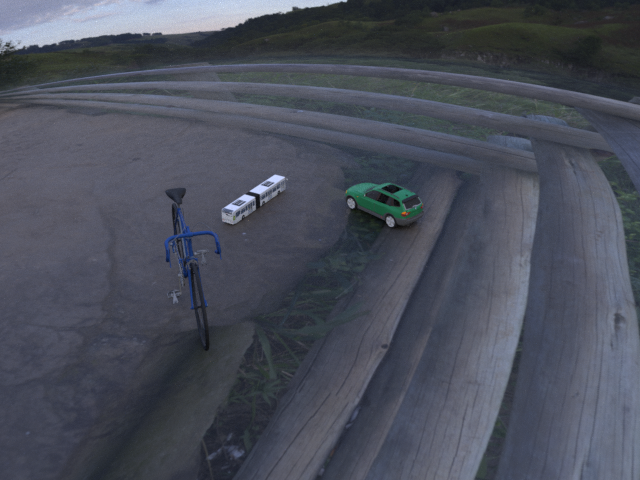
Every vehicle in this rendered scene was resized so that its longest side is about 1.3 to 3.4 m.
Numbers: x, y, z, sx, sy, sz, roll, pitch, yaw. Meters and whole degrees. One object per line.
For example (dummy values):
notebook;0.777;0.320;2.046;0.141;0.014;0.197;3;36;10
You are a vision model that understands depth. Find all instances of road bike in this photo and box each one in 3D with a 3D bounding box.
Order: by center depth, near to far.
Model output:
road bike;-1.859;0.226;9.784;0.696;1.656;3.004;-9;31;-16

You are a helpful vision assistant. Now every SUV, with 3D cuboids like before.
SUV;1.141;-0.730;12.572;0.656;0.580;1.572;-24;37;-36

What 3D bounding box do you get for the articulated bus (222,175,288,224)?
articulated bus;-1.191;-0.765;12.931;0.311;0.289;1.749;16;33;26
